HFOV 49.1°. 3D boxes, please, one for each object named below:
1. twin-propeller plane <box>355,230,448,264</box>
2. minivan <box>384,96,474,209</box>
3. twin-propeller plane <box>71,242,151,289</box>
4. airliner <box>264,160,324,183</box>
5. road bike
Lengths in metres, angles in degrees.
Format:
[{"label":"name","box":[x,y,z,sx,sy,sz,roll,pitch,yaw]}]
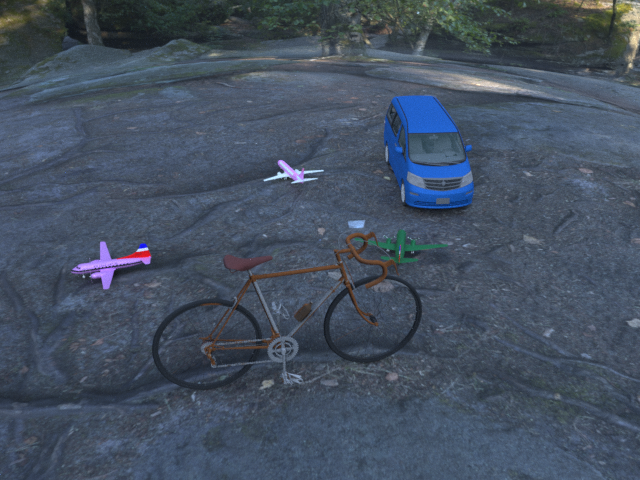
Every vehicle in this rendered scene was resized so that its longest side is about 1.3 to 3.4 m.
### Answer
[{"label":"twin-propeller plane","box":[1.178,0.050,10.215,1.370,0.407,1.095,4,28,7]},{"label":"minivan","box":[1.885,-1.610,12.476,1.324,1.197,3.011,-2,28,-3]},{"label":"twin-propeller plane","box":[-2.912,0.294,9.759,1.095,0.407,1.370,-8,29,-15]},{"label":"airliner","box":[-0.527,-1.316,12.739,1.161,0.429,1.307,-12,30,-21]},{"label":"road bike","box":[-0.294,0.789,7.514,3.004,1.656,0.696,-7,29,-13]}]
